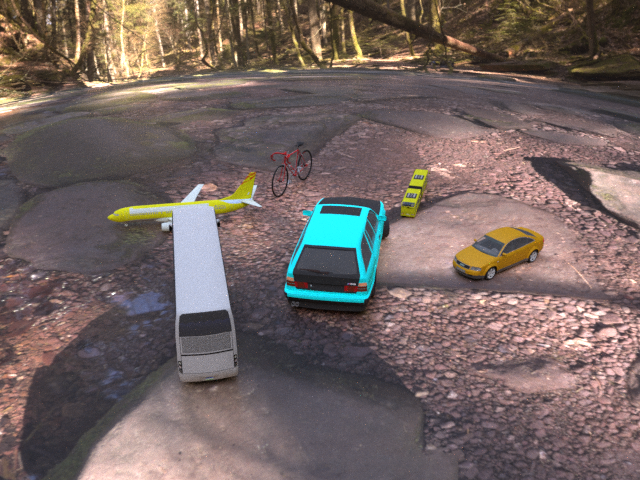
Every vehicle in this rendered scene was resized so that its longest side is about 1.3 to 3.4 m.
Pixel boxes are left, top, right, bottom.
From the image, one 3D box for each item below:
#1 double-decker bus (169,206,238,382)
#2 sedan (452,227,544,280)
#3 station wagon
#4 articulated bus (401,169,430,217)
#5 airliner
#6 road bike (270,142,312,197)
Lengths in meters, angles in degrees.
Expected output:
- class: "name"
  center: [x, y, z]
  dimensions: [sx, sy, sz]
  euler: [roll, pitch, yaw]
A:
- class: "double-decker bus"
  center: [-1.549, 0.525, 9.042]
  dimensions: [0.756, 1.052, 3.251]
  euler: [-5, 27, -10]
- class: "sedan"
  center: [2.682, 0.134, 10.479]
  dimensions: [1.613, 0.483, 0.635]
  euler: [-18, 31, -32]
- class: "station wagon"
  center: [0.316, -0.054, 10.366]
  dimensions: [1.327, 0.920, 3.105]
  euler: [4, 27, 8]
- class: "articulated bus"
  center: [1.736, -0.873, 12.742]
  dimensions: [0.311, 0.289, 1.749]
  euler: [7, 27, 14]
- class: "airliner"
  center: [-2.276, -0.672, 11.716]
  dimensions: [2.541, 0.835, 2.257]
  euler: [-4, 27, -9]
- class: "road bike"
  center: [-0.512, -1.377, 13.127]
  dimensions: [0.358, 0.852, 1.545]
  euler: [13, 29, 24]
